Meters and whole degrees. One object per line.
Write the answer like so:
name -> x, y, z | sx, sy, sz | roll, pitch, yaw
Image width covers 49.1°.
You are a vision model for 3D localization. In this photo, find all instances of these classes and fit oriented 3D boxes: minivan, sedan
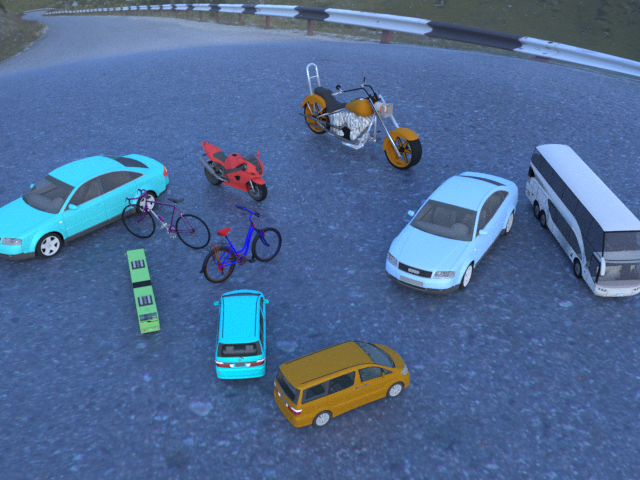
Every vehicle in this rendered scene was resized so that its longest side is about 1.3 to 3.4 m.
minivan -> -0.962, 1.036, 8.577 | 0.681, 0.616, 1.548 | -2, 30, -4
minivan -> 0.272, 1.510, 7.764 | 1.548, 0.616, 0.681 | -15, 34, -25
sedan -> -3.862, -0.682, 11.195 | 1.235, 0.940, 3.137 | 23, 37, 33
sedan -> 2.044, -0.275, 10.499 | 1.235, 0.940, 3.137 | 17, 34, 27

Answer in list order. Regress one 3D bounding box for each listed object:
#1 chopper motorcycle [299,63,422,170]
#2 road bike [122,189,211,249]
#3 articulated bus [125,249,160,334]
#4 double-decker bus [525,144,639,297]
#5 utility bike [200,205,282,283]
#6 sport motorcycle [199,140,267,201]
chopper motorcycle -> 0.754, -2.434, 13.659 | 0.906, 1.480, 3.040 | -26, 39, -37
road bike -> -2.369, -0.316, 10.656 | 1.545, 0.852, 0.358 | 10, 32, 17
articulated bus -> -2.421, 0.657, 9.549 | 0.311, 0.289, 1.749 | -9, 32, -16
double-decker bus -> 3.941, -0.360, 10.533 | 0.756, 1.052, 3.251 | -2, 30, -3
utility bike -> -1.149, 0.025, 9.980 | 1.435, 0.946, 0.535 | -24, 38, -35
sport motorcycle -> -1.499, -1.208, 12.214 | 1.520, 0.821, 0.506 | 22, 37, 33
